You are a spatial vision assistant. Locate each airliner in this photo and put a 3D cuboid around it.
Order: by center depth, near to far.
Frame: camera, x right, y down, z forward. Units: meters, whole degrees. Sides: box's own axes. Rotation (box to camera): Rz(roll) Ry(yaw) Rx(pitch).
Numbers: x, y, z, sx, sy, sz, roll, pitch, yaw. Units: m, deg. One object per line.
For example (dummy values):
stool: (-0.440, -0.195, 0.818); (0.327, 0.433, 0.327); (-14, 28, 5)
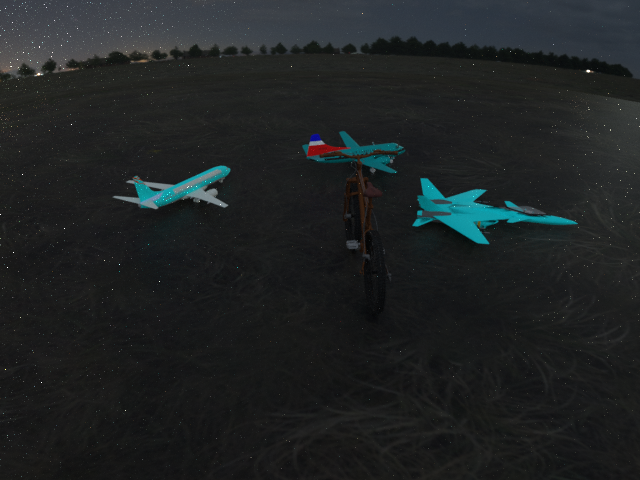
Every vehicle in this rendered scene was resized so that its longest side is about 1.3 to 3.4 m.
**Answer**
airliner: (-2.390, -1.093, 12.402); (2.257, 0.835, 2.541); (15, 30, 27)

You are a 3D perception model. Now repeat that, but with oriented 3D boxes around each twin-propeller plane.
twin-propeller plane: (0.744, -1.814, 13.920); (2.129, 0.792, 2.663); (-9, 28, -18)

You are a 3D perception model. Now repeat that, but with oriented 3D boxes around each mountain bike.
mountain bike: (0.604, -0.246, 9.707); (1.114, 1.688, 2.857); (-3, 26, -6)

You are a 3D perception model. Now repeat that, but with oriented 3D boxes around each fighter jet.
fighter jet: (2.906, -0.533, 11.576); (2.640, 0.557, 2.229); (5, 27, 10)
